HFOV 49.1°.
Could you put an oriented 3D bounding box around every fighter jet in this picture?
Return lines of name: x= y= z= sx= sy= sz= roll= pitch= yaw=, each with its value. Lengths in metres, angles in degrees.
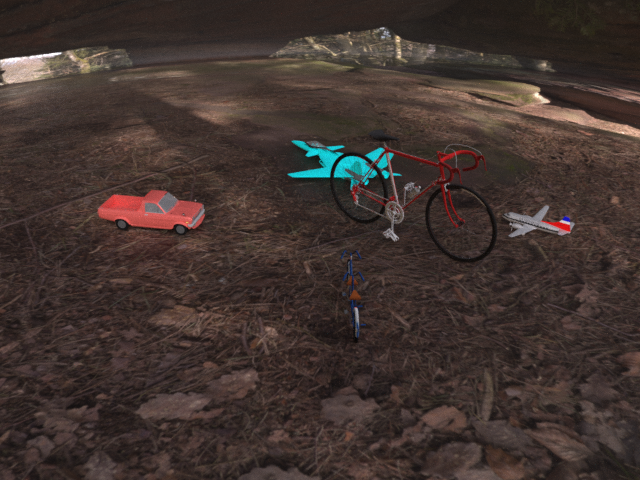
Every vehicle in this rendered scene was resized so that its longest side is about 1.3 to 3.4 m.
fighter jet: x=0.231 y=-1.658 z=13.147 sx=2.229 sy=0.557 sz=2.640 roll=-20 pitch=34 yaw=-32

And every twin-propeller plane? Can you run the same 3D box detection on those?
twin-propeller plane: x=3.310 y=-0.297 z=10.737 sx=1.095 sy=0.407 sz=1.370 roll=21 pitch=34 yaw=34

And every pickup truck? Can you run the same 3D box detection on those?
pickup truck: x=-2.637 y=-0.480 z=10.972 sx=1.603 sy=0.511 sz=0.640 roll=5 pitch=28 yaw=10

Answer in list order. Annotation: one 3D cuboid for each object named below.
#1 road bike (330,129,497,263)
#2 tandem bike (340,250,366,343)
road bike: x=1.275 y=-0.734 z=10.227 sx=3.004 sy=1.656 sz=0.696 roll=23 pitch=36 yaw=37
tandem bike: x=0.404 y=0.619 z=8.713 sx=0.283 sy=0.682 sz=1.642 roll=-1 pitch=28 yaw=-1
